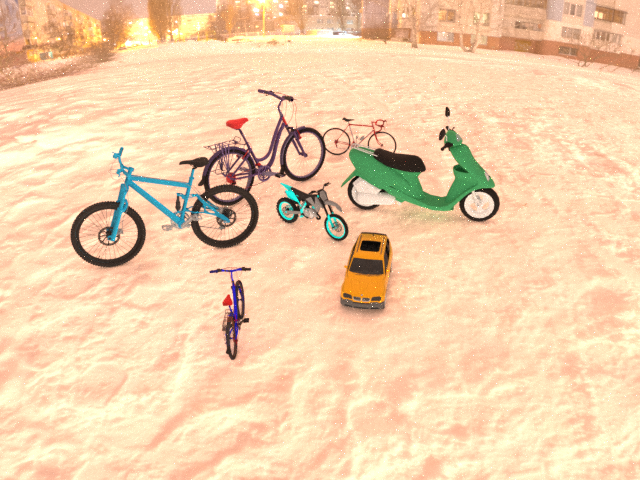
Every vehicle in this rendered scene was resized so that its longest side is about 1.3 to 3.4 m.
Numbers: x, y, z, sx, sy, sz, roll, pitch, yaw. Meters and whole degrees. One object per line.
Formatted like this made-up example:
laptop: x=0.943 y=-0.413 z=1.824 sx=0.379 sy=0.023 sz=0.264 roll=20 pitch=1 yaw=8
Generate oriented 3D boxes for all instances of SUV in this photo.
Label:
SUV: x=0.696 y=0.415 z=10.121 sx=0.656 sy=0.580 sz=1.572 roll=5 pitch=30 yaw=9

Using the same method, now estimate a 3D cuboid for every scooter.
scooter: x=1.706 y=-1.224 z=11.796 sx=2.721 sy=1.786 sz=1.288 roll=7 pitch=30 yaw=12

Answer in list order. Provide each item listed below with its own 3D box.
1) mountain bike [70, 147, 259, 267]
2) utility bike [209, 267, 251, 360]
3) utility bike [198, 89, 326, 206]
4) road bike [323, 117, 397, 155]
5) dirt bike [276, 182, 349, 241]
mountain bike: x=-2.328 y=-0.487 z=10.592 sx=2.857 sy=1.688 sz=1.114 roll=-10 pitch=31 yaw=-17
utility bike: x=-1.146 y=0.853 z=8.975 sx=0.535 sy=0.946 sz=1.435 roll=1 pitch=29 yaw=1
utility bike: x=-1.057 y=-1.730 z=12.638 sx=2.791 sy=1.839 sz=1.039 roll=-21 pitch=36 yaw=-33
road bike: x=0.799 y=-2.087 z=14.274 sx=1.545 sy=0.852 sz=0.358 roll=6 pitch=30 yaw=11
dirt bike: x=-0.140 y=-0.523 z=11.500 sx=1.493 sy=0.857 sz=0.527 roll=21 pitch=35 yaw=32
